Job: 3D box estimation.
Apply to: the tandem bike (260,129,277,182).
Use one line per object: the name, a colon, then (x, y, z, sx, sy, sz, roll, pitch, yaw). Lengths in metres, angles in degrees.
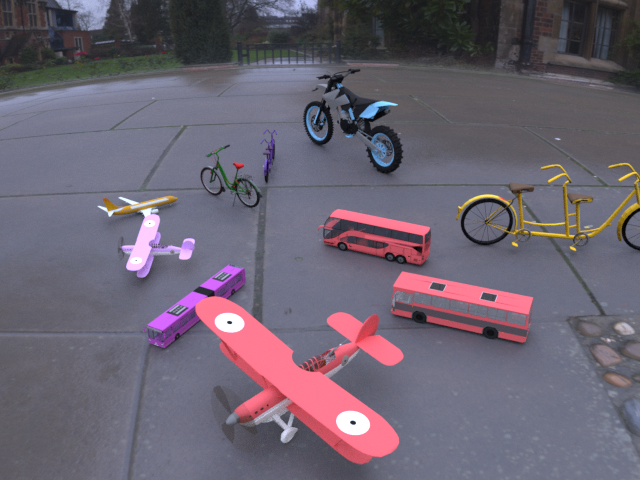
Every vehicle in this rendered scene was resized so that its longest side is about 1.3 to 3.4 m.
tandem bike: (-0.958, -1.646, 13.280, 0.283, 0.682, 1.642, 1, 27, 2)

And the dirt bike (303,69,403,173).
dirt bike: (0.570, -2.391, 13.656, 1.024, 1.666, 2.903, -20, 33, -34)

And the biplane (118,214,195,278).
biplane: (-2.331, 0.145, 9.965, 1.090, 0.504, 1.336, 0, 27, 1)

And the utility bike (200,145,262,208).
utility bike: (-1.566, -1.063, 11.846, 1.435, 0.946, 0.535, 19, 33, 33)

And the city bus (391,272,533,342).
city bus: (1.740, 0.835, 8.664, 1.674, 0.460, 0.476, 11, 29, 20)

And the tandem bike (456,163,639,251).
tandem bike: (3.631, -0.470, 10.269, 3.192, 1.326, 0.550, 2, 27, 5)

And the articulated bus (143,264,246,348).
articulated bus: (-1.537, 0.805, 8.910, 0.311, 0.289, 1.749, 14, 30, 25)

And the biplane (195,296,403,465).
biplane: (-0.082, 1.371, 7.041, 2.598, 0.981, 2.120, 24, 36, 39)

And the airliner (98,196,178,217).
airliner: (-2.959, -0.641, 11.589, 1.307, 0.429, 1.161, -19, 32, -32)

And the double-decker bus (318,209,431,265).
double-decker bus: (0.798, -0.058, 10.323, 1.672, 0.541, 0.389, 13, 30, 23)
